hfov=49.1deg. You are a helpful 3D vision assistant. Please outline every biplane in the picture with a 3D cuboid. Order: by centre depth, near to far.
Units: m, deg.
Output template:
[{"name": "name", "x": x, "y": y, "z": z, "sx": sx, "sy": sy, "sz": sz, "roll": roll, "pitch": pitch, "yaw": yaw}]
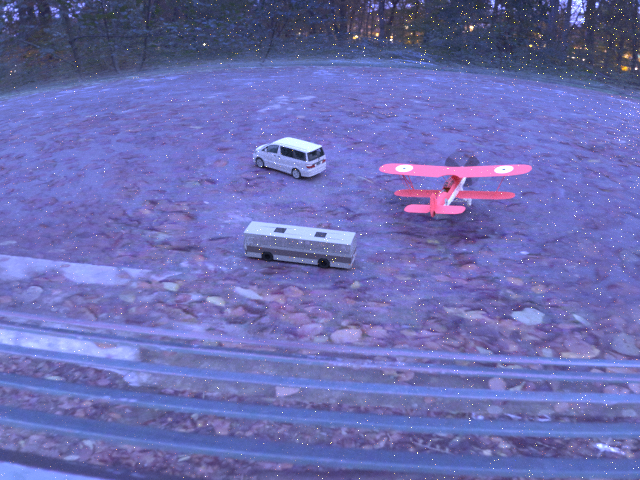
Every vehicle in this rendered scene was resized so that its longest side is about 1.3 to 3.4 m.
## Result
[{"name": "biplane", "x": 2.129, "y": -0.838, "z": 11.835, "sx": 2.598, "sy": 0.981, "sz": 2.120, "roll": 12, "pitch": 30, "yaw": 21}]

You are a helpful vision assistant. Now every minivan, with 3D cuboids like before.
[{"name": "minivan", "x": -0.630, "y": -1.677, "z": 13.809, "sx": 1.548, "sy": 0.616, "sz": 0.681, "roll": 20, "pitch": 34, "yaw": 33}]

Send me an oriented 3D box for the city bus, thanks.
[{"name": "city bus", "x": -0.303, "y": 0.088, "z": 10.644, "sx": 1.674, "sy": 0.460, "sz": 0.476, "roll": 6, "pitch": 29, "yaw": 12}]
